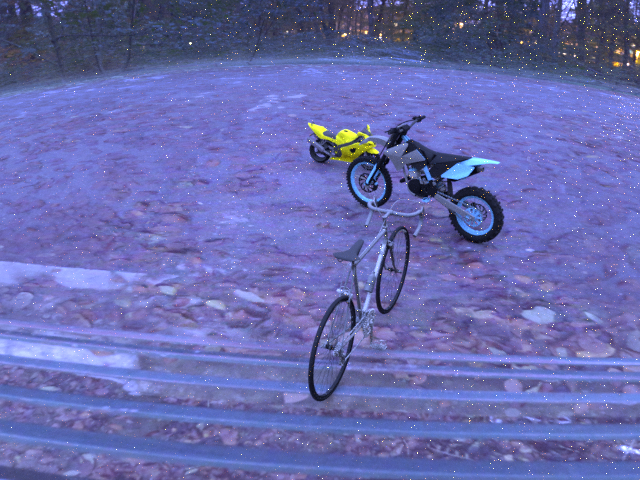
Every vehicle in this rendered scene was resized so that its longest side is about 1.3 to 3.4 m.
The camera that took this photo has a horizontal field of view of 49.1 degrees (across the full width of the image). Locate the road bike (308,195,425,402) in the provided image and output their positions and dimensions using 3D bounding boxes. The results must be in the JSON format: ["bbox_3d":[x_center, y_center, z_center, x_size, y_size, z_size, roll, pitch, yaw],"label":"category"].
[{"bbox_3d":[0.544,0.555,8.131,0.697,1.656,3.004,13,30,23],"label":"road bike"}]

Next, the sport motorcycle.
[{"bbox_3d":[0.461,-1.821,13.548,1.520,0.821,0.506,12,30,22],"label":"sport motorcycle"}]

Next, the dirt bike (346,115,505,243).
[{"bbox_3d":[1.597,-1.007,11.092,2.903,1.666,1.024,20,34,34],"label":"dirt bike"}]
